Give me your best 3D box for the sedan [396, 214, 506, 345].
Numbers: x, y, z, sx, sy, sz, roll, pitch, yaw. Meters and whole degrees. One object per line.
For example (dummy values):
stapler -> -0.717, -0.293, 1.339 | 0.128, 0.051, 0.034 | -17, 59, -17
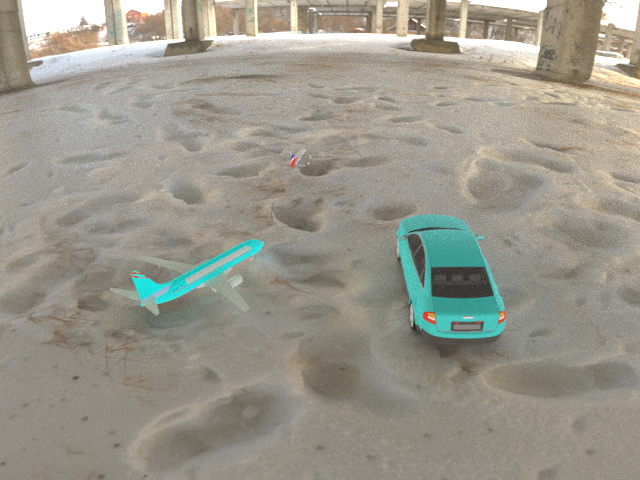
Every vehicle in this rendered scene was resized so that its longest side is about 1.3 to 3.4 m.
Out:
sedan -> 1.777, 0.330, 9.888 | 1.235, 0.940, 3.137 | 0, 29, -1

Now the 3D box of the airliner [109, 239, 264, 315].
airliner -> -1.679, 0.317, 10.018 | 2.257, 0.835, 2.541 | 21, 35, 33

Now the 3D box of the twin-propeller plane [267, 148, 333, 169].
twin-propeller plane -> -0.434, -1.682, 14.032 | 1.370, 0.407, 1.095 | 6, 30, 11
